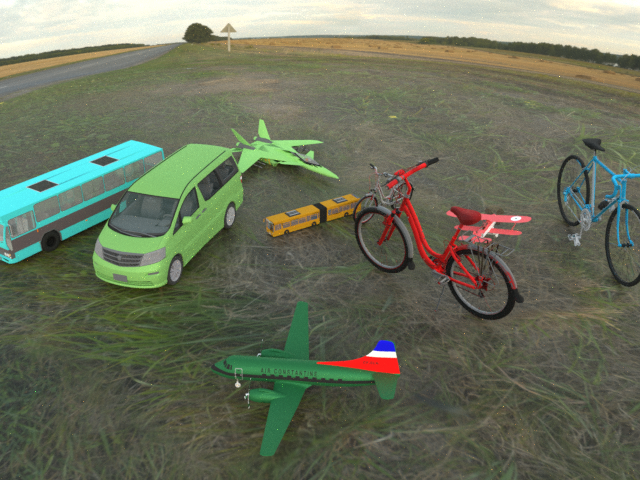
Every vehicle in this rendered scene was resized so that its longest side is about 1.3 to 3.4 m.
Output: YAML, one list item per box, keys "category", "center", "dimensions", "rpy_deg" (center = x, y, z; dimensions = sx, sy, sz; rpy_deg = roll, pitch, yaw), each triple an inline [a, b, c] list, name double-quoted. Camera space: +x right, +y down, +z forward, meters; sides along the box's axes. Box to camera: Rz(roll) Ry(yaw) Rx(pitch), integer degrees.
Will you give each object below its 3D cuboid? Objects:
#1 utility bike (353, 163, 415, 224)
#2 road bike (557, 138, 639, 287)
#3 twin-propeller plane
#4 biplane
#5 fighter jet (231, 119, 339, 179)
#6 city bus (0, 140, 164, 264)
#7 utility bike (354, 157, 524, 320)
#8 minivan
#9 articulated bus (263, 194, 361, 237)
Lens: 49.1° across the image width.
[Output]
- category: "utility bike"
  center: [1.123, -0.793, 11.596]
  dimensions: [1.435, 0.946, 0.535]
  rpy_deg: [-21, 35, -34]
- category: "road bike"
  center: [4.190, -0.581, 10.459]
  dimensions: [0.696, 1.656, 3.004]
  rpy_deg: [-2, 29, -4]
- category: "twin-propeller plane"
  center: [-0.180, 1.376, 7.748]
  dimensions: [2.129, 0.792, 2.663]
  rpy_deg: [3, 29, 6]
- category: "biplane"
  center: [2.548, -0.185, 10.936]
  dimensions: [1.336, 0.504, 1.090]
  rpy_deg: [16, 32, 27]
- category: "fighter jet"
  center: [-0.609, -1.729, 13.734]
  dimensions: [2.640, 0.557, 2.229]
  rpy_deg: [24, 37, 37]
- category: "city bus"
  center: [-3.947, -0.679, 11.440]
  dimensions: [0.926, 0.894, 3.255]
  rpy_deg: [17, 33, 29]
- category: "utility bike"
  center: [1.432, -0.010, 9.210]
  dimensions: [2.791, 1.839, 1.039]
  rpy_deg: [25, 37, 38]
- category: "minivan"
  center: [-2.250, -0.434, 10.668]
  dimensions: [1.324, 1.197, 3.011]
  rpy_deg: [9, 30, 16]
- category: "articulated bus"
  center: [-0.095, -0.422, 11.600]
  dimensions: [1.749, 0.289, 0.311]
  rpy_deg: [-17, 33, -29]
